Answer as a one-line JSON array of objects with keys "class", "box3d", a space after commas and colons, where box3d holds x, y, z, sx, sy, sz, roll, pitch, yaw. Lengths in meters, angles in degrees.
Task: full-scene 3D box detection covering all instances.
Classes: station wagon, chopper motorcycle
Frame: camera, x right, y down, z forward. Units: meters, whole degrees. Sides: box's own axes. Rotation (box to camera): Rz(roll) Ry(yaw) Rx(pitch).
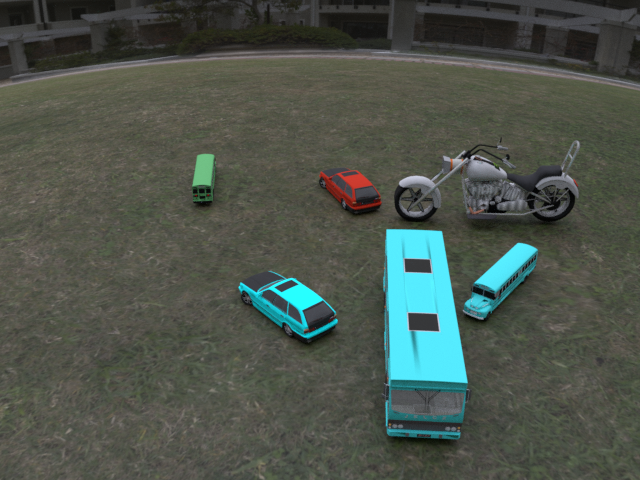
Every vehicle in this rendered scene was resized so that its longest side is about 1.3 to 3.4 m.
[{"class": "station wagon", "box3d": [-0.472, 0.802, 9.546, 0.682, 0.473, 1.597, -23, 37, -34]}, {"class": "station wagon", "box3d": [0.523, -1.007, 12.725, 0.682, 0.473, 1.597, -12, 32, -20]}, {"class": "chopper motorcycle", "box3d": [2.779, -0.977, 11.655, 3.040, 1.480, 0.906, 2, 30, 3]}]

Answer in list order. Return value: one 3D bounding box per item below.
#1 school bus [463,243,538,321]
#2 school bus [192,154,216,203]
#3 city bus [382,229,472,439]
[{"class": "school bus", "box3d": [2.583, 0.581, 9.974, 0.365, 0.434, 1.708, 21, 36, 33]}, {"class": "school bus", "box3d": [-2.152, -1.188, 13.083, 0.365, 0.434, 1.708, -3, 30, -4]}, {"class": "city bus", "box3d": [1.218, 1.029, 8.723, 0.926, 0.894, 3.255, 2, 30, 3]}]
